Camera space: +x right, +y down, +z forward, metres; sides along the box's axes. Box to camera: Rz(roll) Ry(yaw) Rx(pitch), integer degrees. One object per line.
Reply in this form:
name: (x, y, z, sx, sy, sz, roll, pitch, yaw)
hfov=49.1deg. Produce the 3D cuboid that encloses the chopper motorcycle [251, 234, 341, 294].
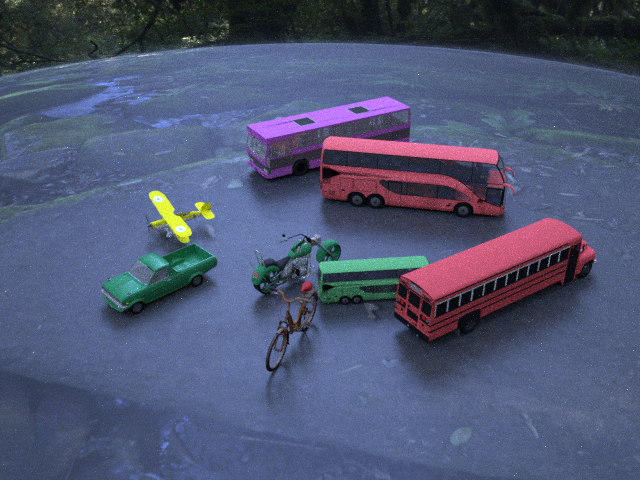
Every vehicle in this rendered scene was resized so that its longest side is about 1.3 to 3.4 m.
chopper motorcycle: (-0.309, 0.237, 9.904, 1.563, 0.761, 0.466, -24, 38, -35)

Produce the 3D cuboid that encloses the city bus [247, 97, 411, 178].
city bus: (0.213, -1.986, 13.581, 3.255, 0.894, 0.926, -17, 34, -26)

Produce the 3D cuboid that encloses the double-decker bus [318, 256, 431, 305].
double-decker bus: (0.805, 0.542, 9.599, 1.672, 0.541, 0.389, -3, 30, -6)

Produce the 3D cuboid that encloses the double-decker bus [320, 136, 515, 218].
double-decker bus: (1.623, -1.075, 11.863, 3.251, 1.052, 0.756, 6, 31, 11)

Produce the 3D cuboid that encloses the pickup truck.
pickup truck: (-2.224, 0.467, 9.759, 1.603, 0.511, 0.640, -26, 39, -37)

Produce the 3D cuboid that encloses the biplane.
biplane: (-2.226, -0.340, 11.147, 1.090, 0.504, 1.336, -18, 35, -28)

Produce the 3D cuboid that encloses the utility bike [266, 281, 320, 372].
utility bike: (-0.269, 0.935, 8.525, 0.535, 0.946, 1.435, 13, 33, 21)

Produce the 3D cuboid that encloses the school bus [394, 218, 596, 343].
school bus: (2.510, 0.437, 9.479, 3.322, 0.844, 0.709, -19, 35, -29)
